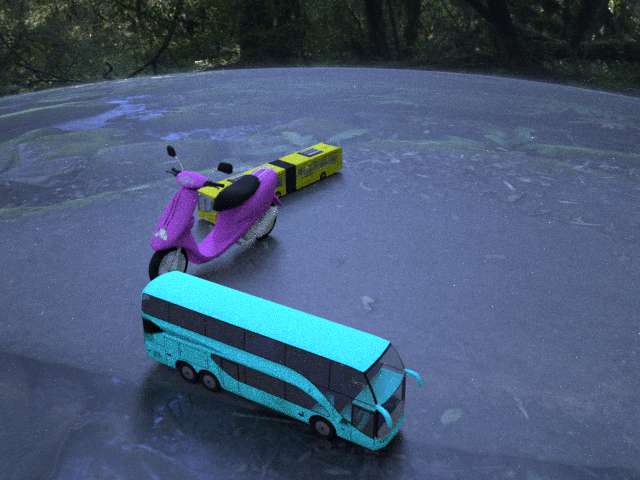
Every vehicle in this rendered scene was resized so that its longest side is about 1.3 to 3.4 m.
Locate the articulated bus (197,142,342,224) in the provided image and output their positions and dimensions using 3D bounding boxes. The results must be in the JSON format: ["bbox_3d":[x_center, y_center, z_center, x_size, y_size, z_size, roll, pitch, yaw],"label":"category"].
[{"bbox_3d":[-0.837,-1.103,12.820,0.605,0.561,3.401,21,34,36],"label":"articulated bus"}]

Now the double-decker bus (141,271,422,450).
[{"bbox_3d":[-0.538,1.261,7.620,3.251,1.052,0.756,15,31,27],"label":"double-decker bus"}]

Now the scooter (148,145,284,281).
[{"bbox_3d":[-1.497,-0.501,10.281,1.288,1.786,2.721,19,33,33],"label":"scooter"}]
